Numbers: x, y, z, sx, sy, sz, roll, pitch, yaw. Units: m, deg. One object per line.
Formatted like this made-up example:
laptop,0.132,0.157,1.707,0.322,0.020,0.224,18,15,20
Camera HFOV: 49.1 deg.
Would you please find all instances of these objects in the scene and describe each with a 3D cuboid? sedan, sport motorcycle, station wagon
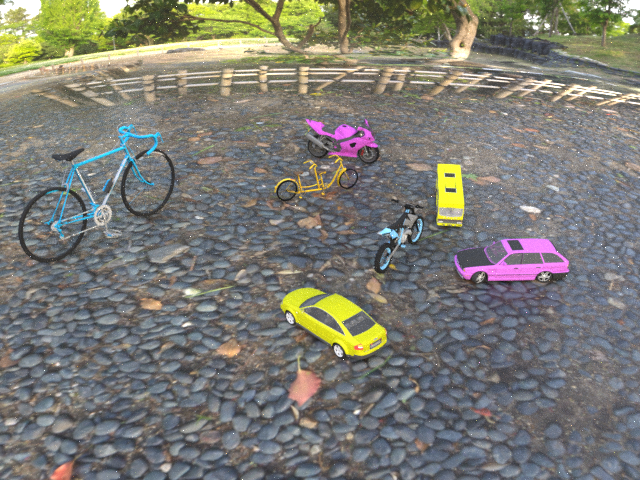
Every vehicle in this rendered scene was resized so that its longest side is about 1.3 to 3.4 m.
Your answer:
sedan,0.141,0.971,8.900,0.635,0.483,1.613,-24,37,-36
sport motorcycle,0.445,-1.964,13.843,1.520,0.821,0.506,9,30,16
station wagon,2.769,0.273,10.168,1.597,0.473,0.682,-1,29,-2

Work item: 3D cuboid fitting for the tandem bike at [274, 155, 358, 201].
tandem bike,-0.048,-1.111,12.448,1.642,0.682,0.283,-12,31,-21

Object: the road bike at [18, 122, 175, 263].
road bike,-3.390,-0.800,10.885,0.696,1.656,3.004,19,34,31

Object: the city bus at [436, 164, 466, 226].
city bus,2.227,-0.778,12.077,0.476,0.460,1.674,4,29,7

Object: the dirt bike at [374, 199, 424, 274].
dirt bike,1.206,-0.114,10.472,0.527,0.857,1.493,18,34,29
